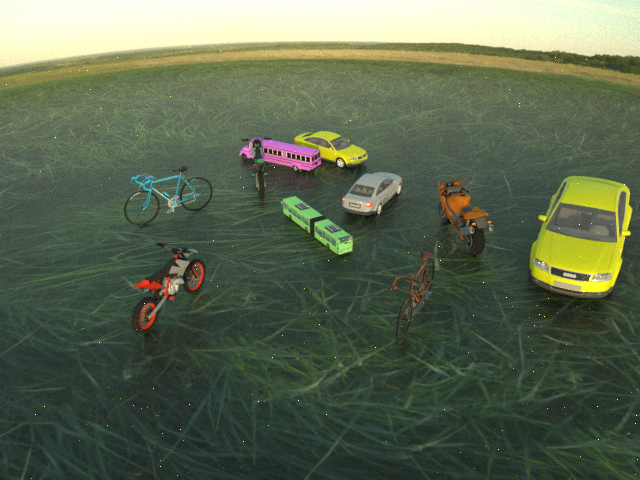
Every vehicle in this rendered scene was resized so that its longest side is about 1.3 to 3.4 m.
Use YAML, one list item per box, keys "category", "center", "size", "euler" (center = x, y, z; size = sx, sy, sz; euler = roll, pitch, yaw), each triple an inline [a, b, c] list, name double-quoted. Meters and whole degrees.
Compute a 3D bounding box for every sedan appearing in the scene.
- category: "sedan"
  center: [0.206, -1.837, 13.796]
  size: [1.613, 0.483, 0.635]
  euler: [20, 34, 34]
- category: "sedan"
  center: [3.866, -0.223, 10.224]
  size: [1.235, 0.940, 3.137]
  euler: [12, 30, 22]
- category: "sedan"
  center: [0.918, -0.877, 11.965]
  size: [0.635, 0.483, 1.613]
  euler: [13, 30, 24]

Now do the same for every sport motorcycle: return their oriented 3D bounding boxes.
- category: "sport motorcycle"
  center: [2.159, -0.390, 10.671]
  size: [0.506, 0.821, 1.520]
  euler: [-6, 28, -12]

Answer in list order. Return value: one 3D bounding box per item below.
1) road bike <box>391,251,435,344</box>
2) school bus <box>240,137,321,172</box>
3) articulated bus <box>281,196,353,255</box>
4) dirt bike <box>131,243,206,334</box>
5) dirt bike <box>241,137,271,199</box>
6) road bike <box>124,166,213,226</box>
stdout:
- category: "road bike"
  center: [1.205, 0.634, 8.683]
  size: [0.358, 0.852, 1.545]
  euler: [12, 30, 21]
- category: "school bus"
  center: [-0.796, -1.659, 13.511]
  size: [1.708, 0.434, 0.365]
  euler: [15, 31, 26]
- category: "articulated bus"
  center: [-0.067, -0.252, 10.981]
  size: [0.311, 0.289, 1.749]
  euler: [-16, 31, -27]
- category: "dirt bike"
  center: [-1.912, 0.532, 8.872]
  size: [0.527, 0.857, 1.493]
  euler: [13, 30, 23]
- category: "dirt bike"
  center: [-1.103, -1.350, 12.465]
  size: [0.527, 0.857, 1.493]
  euler: [-4, 28, -8]
- category: "road bike"
  center: [-2.441, -0.746, 11.318]
  size: [1.545, 0.852, 0.358]
  euler: [-18, 33, -31]
